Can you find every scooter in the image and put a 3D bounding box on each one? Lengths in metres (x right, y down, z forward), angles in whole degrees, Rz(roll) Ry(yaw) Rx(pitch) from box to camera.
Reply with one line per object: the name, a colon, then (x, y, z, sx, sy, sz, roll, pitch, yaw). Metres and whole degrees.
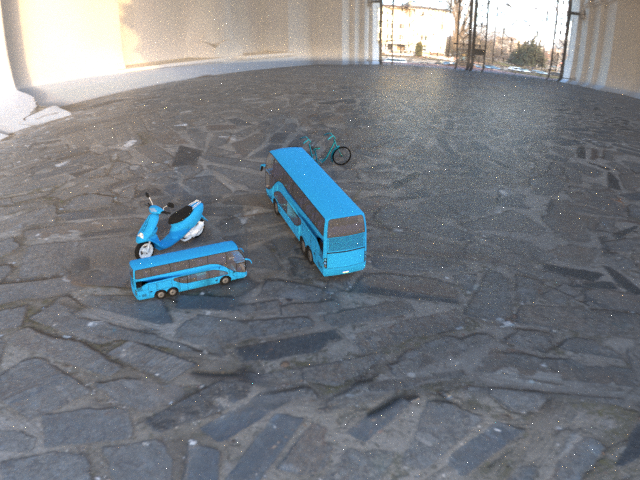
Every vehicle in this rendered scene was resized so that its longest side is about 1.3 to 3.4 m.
scooter: (-2.291, -0.282, 10.729, 0.662, 0.919, 1.399, 22, 35, 35)

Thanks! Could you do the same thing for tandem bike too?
tandem bike: (-0.163, -1.709, 13.682, 1.642, 0.682, 0.283, -8, 29, -15)

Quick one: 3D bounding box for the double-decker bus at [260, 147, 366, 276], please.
double-decker bus: (-0.166, -0.572, 11.135, 0.756, 1.052, 3.251, -9, 29, -17)

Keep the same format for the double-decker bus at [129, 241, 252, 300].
double-decker bus: (-1.806, 0.412, 9.819, 1.672, 0.541, 0.389, -12, 30, -21)
